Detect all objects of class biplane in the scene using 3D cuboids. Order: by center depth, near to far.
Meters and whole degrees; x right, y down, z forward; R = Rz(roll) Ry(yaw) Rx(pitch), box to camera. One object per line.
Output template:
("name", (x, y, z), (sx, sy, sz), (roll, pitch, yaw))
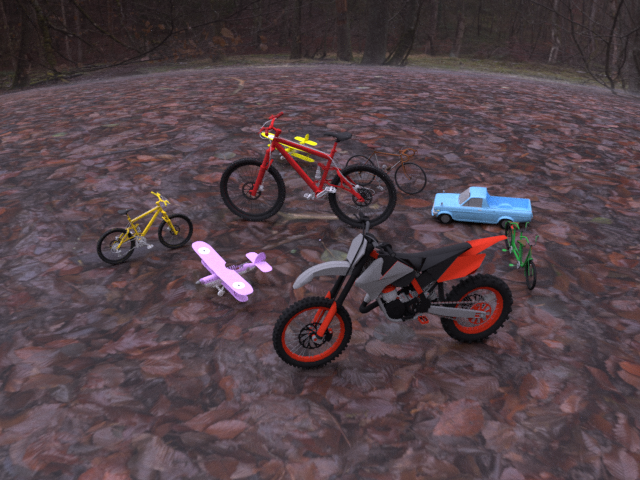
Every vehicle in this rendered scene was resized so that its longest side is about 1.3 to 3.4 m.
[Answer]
("biplane", (-1.176, 0.442, 9.420), (1.090, 0.504, 1.336), (-19, 32, -33))
("biplane", (-0.491, -1.837, 13.965), (1.336, 0.504, 1.090), (15, 30, 27))

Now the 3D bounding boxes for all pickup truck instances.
("pickup truck", (2.639, -0.559, 11.409), (1.603, 0.511, 0.640), (5, 27, 11))

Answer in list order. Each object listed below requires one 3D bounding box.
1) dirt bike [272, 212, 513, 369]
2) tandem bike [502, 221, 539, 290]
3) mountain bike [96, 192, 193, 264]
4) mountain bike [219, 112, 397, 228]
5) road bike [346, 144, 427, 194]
("dirt bike", (0.883, 0.595, 7.819), (2.903, 1.666, 1.024), (-7, 27, -14))
("tandem bike", (2.851, 0.077, 9.950), (0.283, 0.682, 1.642), (0, 27, 0))
("mountain bike", (-2.548, -0.160, 10.215), (1.469, 0.868, 0.573), (-16, 31, -29))
("mountain bike", (-0.209, -1.018, 11.012), (2.857, 1.688, 1.114), (4, 27, 8))
("road bike", (1.167, -1.291, 12.488), (1.545, 0.852, 0.358), (12, 29, 22))
